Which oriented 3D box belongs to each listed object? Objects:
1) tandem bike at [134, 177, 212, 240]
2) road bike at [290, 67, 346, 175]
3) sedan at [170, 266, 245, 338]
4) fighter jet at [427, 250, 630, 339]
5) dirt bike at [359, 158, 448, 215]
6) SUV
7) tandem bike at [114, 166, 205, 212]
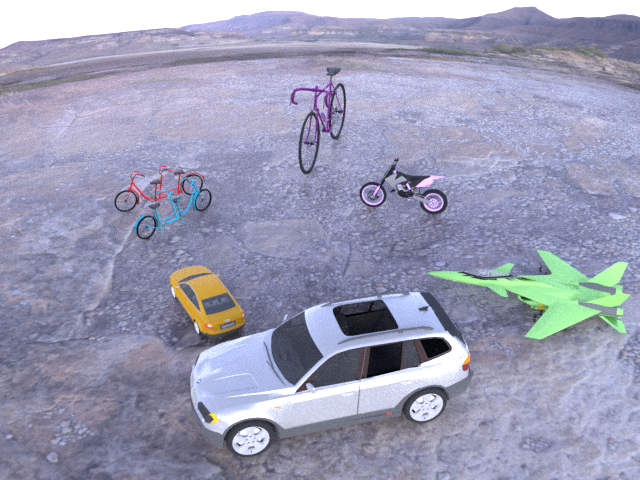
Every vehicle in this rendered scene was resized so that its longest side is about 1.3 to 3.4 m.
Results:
[{"bbox_3d":[-2.356,-0.548,11.289,0.283,0.682,1.642,21,36,32],"label":"tandem bike"},{"bbox_3d":[0.086,-2.444,13.630,0.697,1.656,3.004,9,31,15],"label":"road bike"},{"bbox_3d":[-1.522,0.723,9.260,0.635,0.483,1.613,-16,33,-25],"label":"sedan"},{"bbox_3d":[2.780,0.532,9.520,2.640,0.557,2.229,10,31,16],"label":"fighter jet"},{"bbox_3d":[1.393,-0.866,11.669,1.493,0.857,0.527,7,30,12],"label":"dirt bike"},{"bbox_3d":[0.120,1.321,7.560,3.058,1.128,1.276,-7,31,-13],"label":"SUV"},{"bbox_3d":[-2.733,-0.938,11.973,1.642,0.682,0.283,-18,34,-28],"label":"tandem bike"}]
